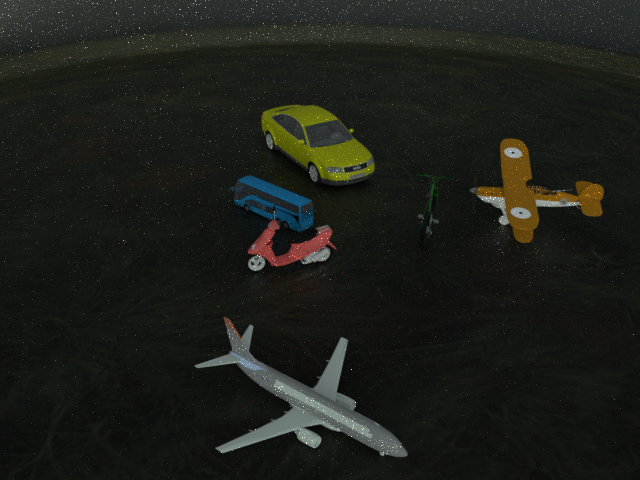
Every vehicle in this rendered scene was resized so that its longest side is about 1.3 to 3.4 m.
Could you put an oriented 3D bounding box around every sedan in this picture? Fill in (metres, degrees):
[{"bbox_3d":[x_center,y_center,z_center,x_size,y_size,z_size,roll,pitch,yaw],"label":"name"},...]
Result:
[{"bbox_3d":[-0.090,-2.006,13.742,1.235,0.940,3.137,-16,34,-25],"label":"sedan"}]

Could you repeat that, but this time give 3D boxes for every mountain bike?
[{"bbox_3d":[1.771,-0.524,11.293,0.573,0.868,1.469,8,31,13],"label":"mountain bike"}]

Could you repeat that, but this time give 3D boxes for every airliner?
[{"bbox_3d":[-0.131,1.616,7.689,2.541,0.835,2.257,20,36,31],"label":"airliner"}]

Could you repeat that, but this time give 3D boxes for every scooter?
[{"bbox_3d":[-0.437,0.008,10.340,1.399,0.919,0.662,-8,31,-13],"label":"scooter"}]

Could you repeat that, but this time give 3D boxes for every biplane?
[{"bbox_3d":[3.528,-0.700,11.481,2.120,0.981,2.598,4,31,7],"label":"biplane"}]

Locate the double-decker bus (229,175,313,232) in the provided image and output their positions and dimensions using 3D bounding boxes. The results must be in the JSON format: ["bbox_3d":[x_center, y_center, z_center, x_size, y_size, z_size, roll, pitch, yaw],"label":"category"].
[{"bbox_3d":[-0.823,-0.637,11.808,1.672,0.541,0.389,24,38,35],"label":"double-decker bus"}]
